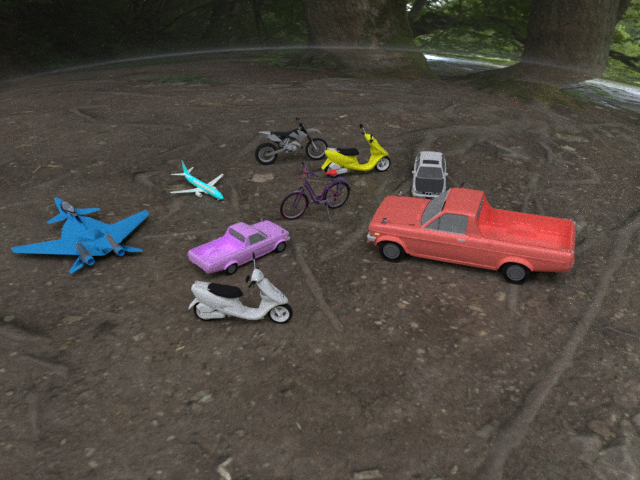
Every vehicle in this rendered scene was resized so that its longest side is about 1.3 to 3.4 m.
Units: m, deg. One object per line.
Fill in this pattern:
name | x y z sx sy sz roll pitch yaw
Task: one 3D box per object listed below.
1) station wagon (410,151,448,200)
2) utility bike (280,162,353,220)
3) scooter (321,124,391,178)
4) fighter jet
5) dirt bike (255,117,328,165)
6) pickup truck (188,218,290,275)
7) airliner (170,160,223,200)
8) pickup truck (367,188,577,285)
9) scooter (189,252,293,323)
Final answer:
station wagon | 2.051 -1.229 13.079 0.682 0.473 1.597 4 30 8
utility bike | -0.022 -0.843 11.936 1.435 0.946 0.535 -16 34 -26
scooter | 0.711 -1.670 13.399 1.399 0.919 0.662 -8 31 -14
fighter jet | -3.976 -0.361 11.487 2.229 0.557 2.640 -19 35 -30
dirt bike | -0.566 -1.946 13.940 1.493 0.857 0.527 -7 31 -11
pickup truck | -1.231 0.061 10.800 1.603 0.511 0.640 -24 38 -36
airliner | -2.178 -1.085 12.873 1.161 0.429 1.307 -25 38 -36
pickup truck | 2.314 -0.175 10.728 3.117 0.993 1.244 10 31 16
scooter | -1.061 0.709 9.265 1.399 0.919 0.662 2 30 3
